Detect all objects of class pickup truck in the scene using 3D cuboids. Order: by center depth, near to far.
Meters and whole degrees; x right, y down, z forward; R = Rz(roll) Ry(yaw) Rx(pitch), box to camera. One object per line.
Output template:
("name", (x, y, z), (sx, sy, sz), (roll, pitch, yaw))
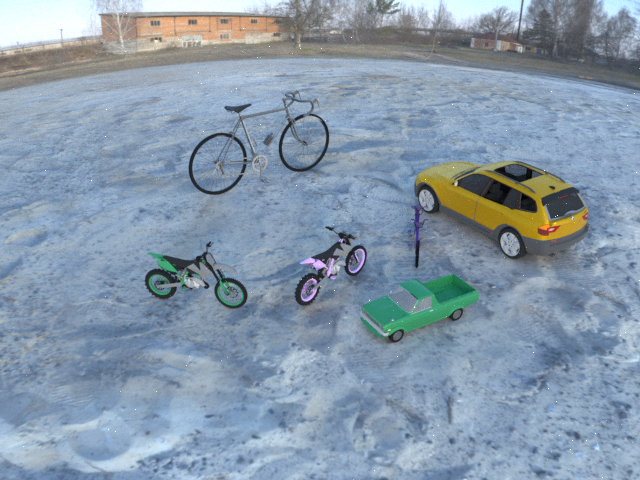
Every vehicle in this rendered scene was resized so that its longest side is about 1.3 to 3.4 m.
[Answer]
("pickup truck", (1.318, 0.815, 9.209), (1.603, 0.511, 0.640), (-15, 32, -26))

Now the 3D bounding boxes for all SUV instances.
("SUV", (2.873, -0.727, 11.388), (1.276, 1.128, 3.058), (-18, 33, -30))

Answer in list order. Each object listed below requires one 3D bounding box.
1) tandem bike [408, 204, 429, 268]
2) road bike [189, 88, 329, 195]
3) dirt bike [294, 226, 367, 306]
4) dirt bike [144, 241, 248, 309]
("tandem bike", (1.522, -0.199, 10.888), (0.283, 0.682, 1.642), (3, 29, 6))
("road bike", (-1.055, -1.823, 12.845), (3.004, 1.656, 0.696), (-18, 34, -30))
("dirt bike", (0.173, 0.315, 9.763), (0.527, 0.857, 1.493), (23, 36, 36))
("dirt bike", (-1.693, 0.489, 9.445), (1.493, 0.857, 0.527), (7, 29, 12))
